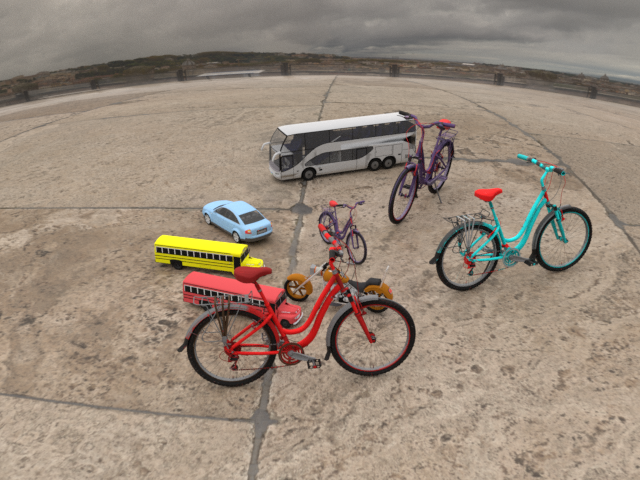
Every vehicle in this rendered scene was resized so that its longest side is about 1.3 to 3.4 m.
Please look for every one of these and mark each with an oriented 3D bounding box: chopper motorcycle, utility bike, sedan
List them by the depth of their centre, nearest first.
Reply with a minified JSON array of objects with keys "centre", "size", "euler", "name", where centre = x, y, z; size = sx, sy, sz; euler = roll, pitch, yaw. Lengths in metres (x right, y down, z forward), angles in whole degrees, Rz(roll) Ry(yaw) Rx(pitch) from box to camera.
[{"centre":[-0.262,0.796,8.082],"size":[2.791,1.839,1.039],"euler":[-3,27,-6],"name":"utility bike"},{"centre":[0.248,0.591,9.706],"size":[1.563,0.761,0.466],"euler":[8,28,16],"name":"chopper motorcycle"},{"centre":[2.820,-0.270,10.230],"size":[2.791,1.839,1.039],"euler":[-9,28,-18],"name":"utility bike"},{"centre":[0.381,-0.242,11.176],"size":[0.535,0.946,1.435],"euler":[-15,30,-28],"name":"utility bike"},{"centre":[-1.447,-0.408,12.032],"size":[0.635,0.483,1.613],"euler":[-20,33,-35],"name":"sedan"},{"centre":[1.993,-1.431,12.567],"size":[1.039,1.839,2.791],"euler":[15,30,28],"name":"utility bike"}]

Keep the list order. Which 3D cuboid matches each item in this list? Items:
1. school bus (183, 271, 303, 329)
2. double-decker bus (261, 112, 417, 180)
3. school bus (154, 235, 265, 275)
[{"centre":[-1.063,0.811,9.631],"size":[1.708,0.434,0.365],"euler":[10,28,19],"name":"school bus"},{"centre":[0.444,-1.939,14.476],"size":[3.251,1.052,0.756],"euler":[-10,28,-19],"name":"double-decker bus"},{"centre":[-1.693,0.249,10.763],"size":[1.708,0.434,0.365],"euler":[7,27,13],"name":"school bus"}]
